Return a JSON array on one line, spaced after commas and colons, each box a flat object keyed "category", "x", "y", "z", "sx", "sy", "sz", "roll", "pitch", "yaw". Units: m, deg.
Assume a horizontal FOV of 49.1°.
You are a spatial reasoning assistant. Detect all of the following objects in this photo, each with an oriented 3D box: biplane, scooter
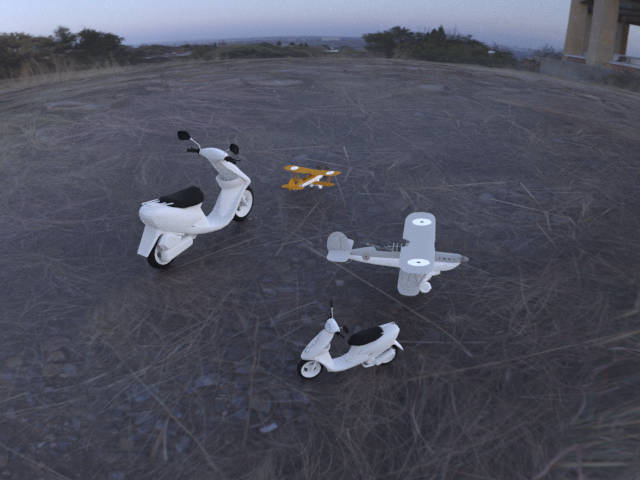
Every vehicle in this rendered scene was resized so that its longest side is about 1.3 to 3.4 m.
[{"category": "biplane", "x": -0.262, "y": -1.159, "z": 13.484, "sx": 1.336, "sy": 0.504, "sz": 1.090, "roll": 21, "pitch": 35, "yaw": 33}, {"category": "scooter", "x": 0.381, "y": 1.266, "z": 8.724, "sx": 1.399, "sy": 0.919, "sz": 0.662, "roll": -8, "pitch": 30, "yaw": -14}, {"category": "scooter", "x": -1.968, "y": -0.733, "z": 11.409, "sx": 1.288, "sy": 1.786, "sz": 2.721, "roll": 18, "pitch": 34, "yaw": 28}, {"category": "biplane", "x": 1.158, "y": 0.217, "z": 10.536, "sx": 2.120, "sy": 0.981, "sz": 2.598, "roll": 5, "pitch": 30, "yaw": 8}]
